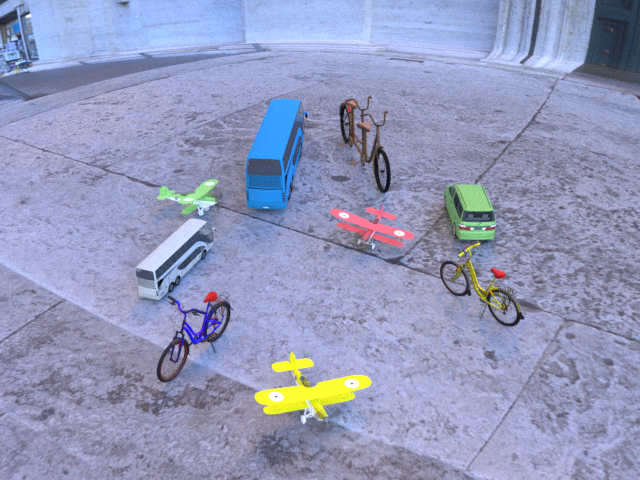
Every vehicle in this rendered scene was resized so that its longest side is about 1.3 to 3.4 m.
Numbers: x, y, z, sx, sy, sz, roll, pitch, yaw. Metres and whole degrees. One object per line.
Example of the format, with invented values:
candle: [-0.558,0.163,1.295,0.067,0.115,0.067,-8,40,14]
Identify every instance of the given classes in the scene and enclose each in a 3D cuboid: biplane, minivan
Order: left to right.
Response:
biplane: [-2.154,-0.704,11.674,1.090,0.504,1.336,7,31,12]
biplane: [-0.120,1.646,7.704,1.336,0.504,1.090,-12,33,-20]
biplane: [0.842,-0.200,10.822,1.336,0.504,1.090,11,32,18]
minivan: [2.406,-0.558,11.318,0.681,0.616,1.548,0,31,0]

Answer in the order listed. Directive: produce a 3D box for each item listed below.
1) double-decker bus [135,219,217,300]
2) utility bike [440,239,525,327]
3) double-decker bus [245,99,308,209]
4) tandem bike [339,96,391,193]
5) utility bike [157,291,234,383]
double-decker bus: [-2.045,0.227,10.065,0.389,0.541,1.672,11,32,18]
utility bike: [2.071,0.550,9.122,0.535,0.946,1.435,-22,37,-32]
double-decker bus: [-0.760,-1.664,12.759,0.756,1.052,3.251,2,31,4]
tandem bike: [0.807,-2.030,13.108,0.550,1.326,3.192,-7,31,-12]
utility bike: [-1.429,1.037,8.300,0.535,0.946,1.435,16,34,25]
